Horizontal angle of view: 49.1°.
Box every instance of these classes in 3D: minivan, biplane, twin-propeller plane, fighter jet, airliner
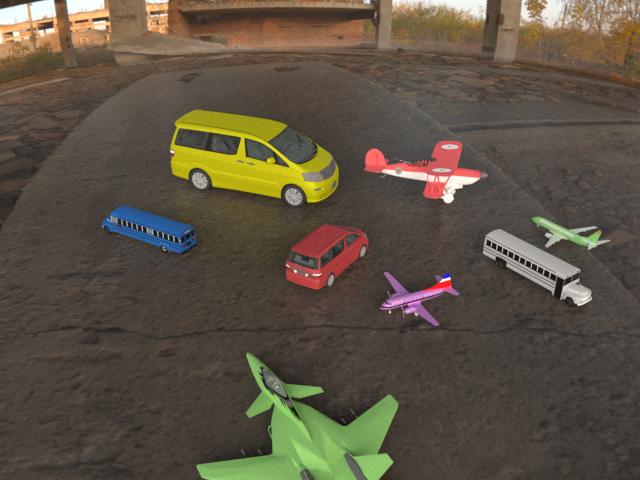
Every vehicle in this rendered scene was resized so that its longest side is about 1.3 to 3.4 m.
[{"bbox_3d":[-1.154,-1.500,12.464,3.011,1.197,1.324,11,31,18],"label":"minivan"},{"bbox_3d":[1.835,-1.212,12.173,2.120,0.981,2.598,7,30,12],"label":"biplane"},{"bbox_3d":[0.137,0.136,10.152,0.681,0.616,1.548,17,34,27],"label":"minivan"},{"bbox_3d":[1.287,0.718,9.332,1.095,0.407,1.370,-12,32,-21],"label":"twin-propeller plane"},{"bbox_3d":[-0.271,1.780,7.294,2.229,0.557,2.640,-14,32,-23],"label":"fighter jet"},{"bbox_3d":[3.830,-0.196,10.932,1.161,0.429,1.307,-18,34,-28],"label":"airliner"}]

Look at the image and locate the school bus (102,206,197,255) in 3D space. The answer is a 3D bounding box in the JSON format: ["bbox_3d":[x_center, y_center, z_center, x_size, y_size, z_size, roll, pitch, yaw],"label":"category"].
[{"bbox_3d":[-2.698,-0.177,10.893,1.708,0.434,0.365,16,33,26],"label":"school bus"}]

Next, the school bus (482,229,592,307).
[{"bbox_3d":[3.067,0.380,9.904,0.365,0.434,1.708,-20,35,-31],"label":"school bus"}]
